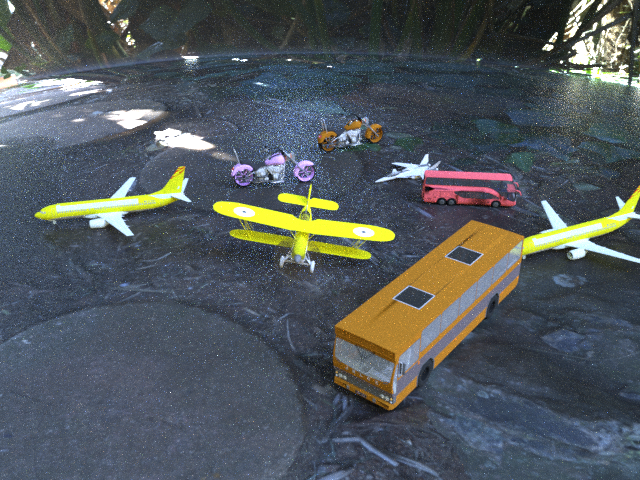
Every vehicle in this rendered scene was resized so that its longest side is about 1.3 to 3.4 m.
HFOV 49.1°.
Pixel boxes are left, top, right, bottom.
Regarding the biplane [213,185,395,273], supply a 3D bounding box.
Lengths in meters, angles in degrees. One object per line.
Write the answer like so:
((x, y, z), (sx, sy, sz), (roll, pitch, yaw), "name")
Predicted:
((-0.203, -0.180, 10.430), (2.598, 0.981, 2.120), (2, 29, 3), "biplane")

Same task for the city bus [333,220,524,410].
((1.449, 0.823, 8.694), (0.926, 0.894, 3.255), (21, 35, 33), "city bus")

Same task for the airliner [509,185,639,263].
((3.970, -0.269, 10.743), (2.541, 0.835, 2.257), (-12, 31, -21), "airliner")

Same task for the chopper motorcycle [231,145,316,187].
((-0.850, -1.364, 12.812), (1.563, 0.761, 0.466), (-7, 30, -12), "chopper motorcycle")

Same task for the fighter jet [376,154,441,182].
((1.616, -1.304, 13.196), (1.358, 0.286, 1.147), (-15, 32, -25), "fighter jet")

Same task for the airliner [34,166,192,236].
((-3.435, -0.733, 11.586), (2.541, 0.835, 2.257), (-6, 29, -11), "airliner")

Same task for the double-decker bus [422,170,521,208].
((2.624, -0.892, 12.181), (1.672, 0.541, 0.389), (3, 29, 6), "double-decker bus")

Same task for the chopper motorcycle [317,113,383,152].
((0.645, -2.263, 14.447), (1.563, 0.761, 0.466), (-16, 33, -26), "chopper motorcycle")
